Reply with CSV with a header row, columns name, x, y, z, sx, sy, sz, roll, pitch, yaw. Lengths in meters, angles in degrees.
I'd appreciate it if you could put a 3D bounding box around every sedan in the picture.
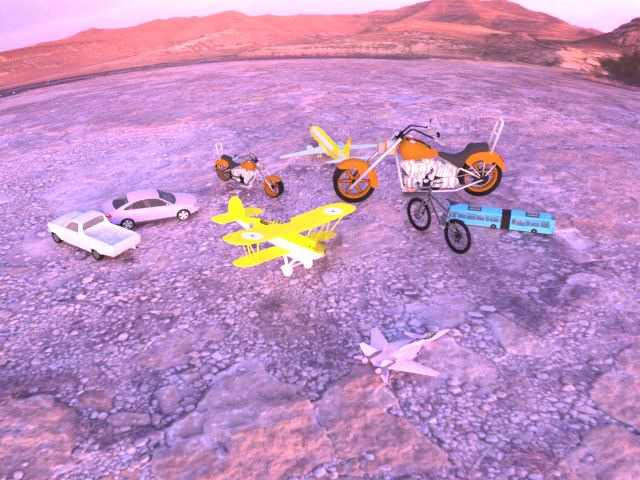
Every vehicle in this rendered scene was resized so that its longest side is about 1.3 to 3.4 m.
name,x,y,z,sx,sy,sz,roll,pitch,yaw
sedan,-2.838,-0.586,11.792,1.613,0.483,0.635,-10,30,-19

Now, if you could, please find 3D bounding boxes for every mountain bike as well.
name,x,y,z,sx,sy,sz,roll,pitch,yaw
mountain bike,1.863,-0.375,10.998,0.573,0.868,1.469,-17,33,-29

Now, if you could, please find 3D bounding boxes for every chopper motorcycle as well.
name,x,y,z,sx,sy,sz,roll,pitch,yaw
chopper motorcycle,1.745,-1.396,12.239,3.040,1.480,0.906,-2,28,-3
chopper motorcycle,-1.319,-1.285,12.790,1.563,0.761,0.466,18,33,30

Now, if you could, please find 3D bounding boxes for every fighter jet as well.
name,x,y,z,sx,sy,sz,roll,pitch,yaw
fighter jet,1.118,1.258,8.594,1.358,0.286,1.147,-19,34,-31

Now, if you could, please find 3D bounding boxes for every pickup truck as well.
name,x,y,z,sx,sy,sz,roll,pitch,yaw
pickup truck,-3.547,-0.137,10.933,1.603,0.511,0.640,18,33,30

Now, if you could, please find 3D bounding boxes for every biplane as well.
name,x,y,z,sx,sy,sz,roll,pitch,yaw
biplane,-0.605,-0.115,10.399,2.120,0.981,2.598,22,36,35

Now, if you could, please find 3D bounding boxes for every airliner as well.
name,x,y,z,sx,sy,sz,roll,pitch,yaw
airliner,0.204,-2.073,14.166,2.257,0.835,2.541,-9,30,-15

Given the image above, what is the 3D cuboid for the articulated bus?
name,x,y,z,sx,sy,sz,roll,pitch,yaw
articulated bus,2.969,-0.357,11.573,1.749,0.289,0.311,7,29,13
